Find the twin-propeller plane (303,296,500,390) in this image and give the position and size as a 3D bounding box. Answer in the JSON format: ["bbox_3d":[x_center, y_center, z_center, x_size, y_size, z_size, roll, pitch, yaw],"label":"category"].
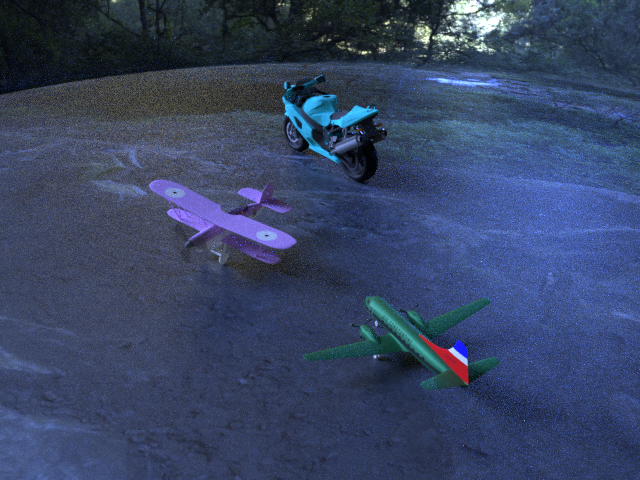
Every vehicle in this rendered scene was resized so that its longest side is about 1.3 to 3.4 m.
[{"bbox_3d":[1.090,1.077,8.293,2.663,0.792,2.129,-14,31,-24],"label":"twin-propeller plane"}]

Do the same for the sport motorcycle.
[{"bbox_3d":[0.153,-2.221,13.734,0.983,1.596,2.955,-19,33,-32],"label":"sport motorcycle"}]

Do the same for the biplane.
[{"bbox_3d":[-1.304,-0.281,10.687,2.598,0.981,2.120,16,32,28],"label":"biplane"}]
